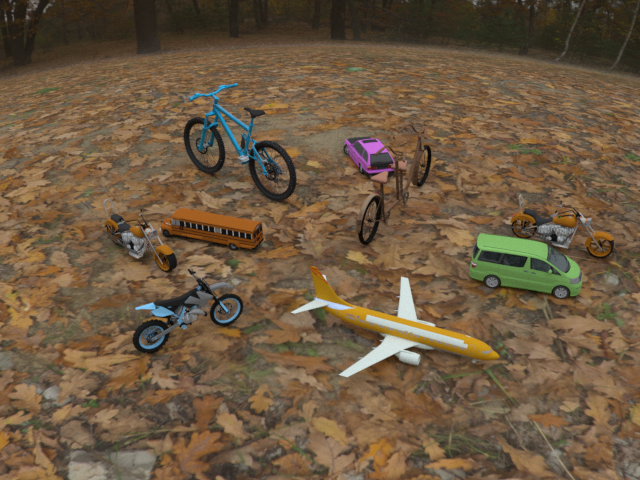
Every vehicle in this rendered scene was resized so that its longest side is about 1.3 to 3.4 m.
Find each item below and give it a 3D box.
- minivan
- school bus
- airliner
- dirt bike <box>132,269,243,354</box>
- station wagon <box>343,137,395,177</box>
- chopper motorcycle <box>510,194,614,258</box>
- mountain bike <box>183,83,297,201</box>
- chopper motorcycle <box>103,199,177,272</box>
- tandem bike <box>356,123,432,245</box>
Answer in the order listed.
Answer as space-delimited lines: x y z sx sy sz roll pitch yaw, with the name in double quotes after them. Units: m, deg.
2.935 0.348 9.942 1.548 0.616 0.681 9 31 14 "minivan"
-1.741 -0.184 11.048 1.708 0.434 0.365 10 32 17 "school bus"
0.985 0.939 8.698 2.541 0.835 2.257 13 32 21 "airliner"
-1.650 0.879 8.779 1.493 0.857 0.527 -17 34 -28 "dirt bike"
0.952 -1.729 13.691 0.682 0.473 1.597 -8 31 -13 "station wagon"
3.733 -0.217 10.778 1.563 0.761 0.466 14 33 23 "chopper motorcycle"
-1.502 -1.749 12.509 2.857 1.688 1.114 23 37 34 "mountain bike"
-2.730 -0.072 10.527 1.563 0.761 0.466 22 37 34 "chopper motorcycle"
1.299 -1.043 11.645 0.550 1.326 3.192 15 33 24 "tandem bike"
